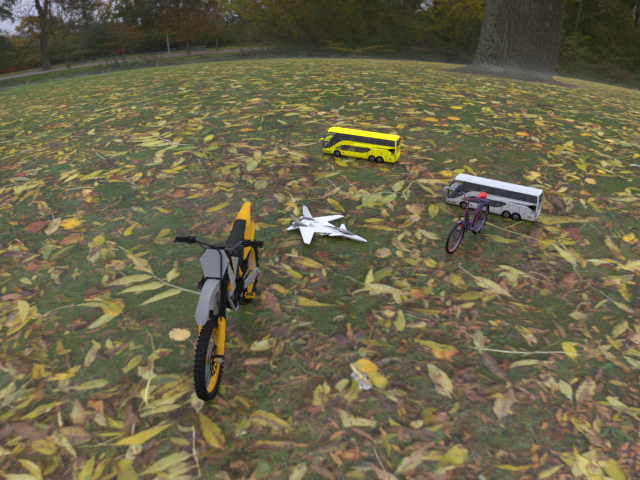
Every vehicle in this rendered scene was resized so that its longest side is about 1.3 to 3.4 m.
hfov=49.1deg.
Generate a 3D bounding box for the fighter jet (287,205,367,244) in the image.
[{"bbox_3d":[0.173,-0.218,11.463,1.358,0.286,1.147,16,32,27],"label":"fighter jet"}]

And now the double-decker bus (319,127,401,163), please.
[{"bbox_3d":[0.822,-1.961,14.398,1.672,0.541,0.389,11,31,20],"label":"double-decker bus"}]

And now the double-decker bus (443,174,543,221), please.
[{"bbox_3d":[2.996,-0.753,12.179,1.672,0.541,0.389,15,32,26],"label":"double-decker bus"}]

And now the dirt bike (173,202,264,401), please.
[{"bbox_3d":[-1.108,0.559,8.593,1.024,1.666,2.903,3,29,6],"label":"dirt bike"}]

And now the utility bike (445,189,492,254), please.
[{"bbox_3d":[2.417,-0.363,11.040,0.535,0.946,1.435,21,35,33],"label":"utility bike"}]
